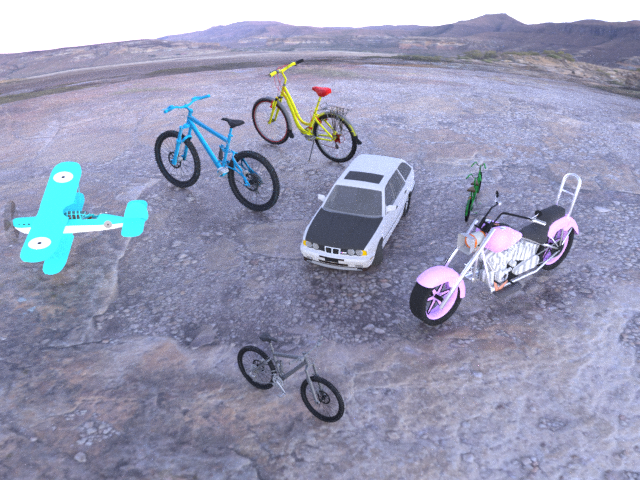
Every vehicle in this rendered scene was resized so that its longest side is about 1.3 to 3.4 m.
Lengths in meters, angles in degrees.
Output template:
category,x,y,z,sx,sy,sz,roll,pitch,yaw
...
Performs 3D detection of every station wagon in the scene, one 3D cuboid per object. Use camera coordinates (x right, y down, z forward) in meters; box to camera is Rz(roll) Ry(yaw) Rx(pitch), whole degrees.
category,x,y,z,sx,sy,sz,roll,pitch,yaw
station wagon,0.677,-0.579,11.307,1.327,0.920,3.105,10,30,17

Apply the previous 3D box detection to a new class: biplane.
category,x,y,z,sx,sy,sz,roll,pitch,yaw
biplane,-3.688,-0.258,10.657,2.120,0.981,2.598,-3,29,-5

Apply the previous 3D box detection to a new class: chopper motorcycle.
category,x,y,z,sx,sy,sz,roll,pitch,yaw
chopper motorcycle,2.452,0.093,9.493,3.040,1.480,0.906,-19,34,-30

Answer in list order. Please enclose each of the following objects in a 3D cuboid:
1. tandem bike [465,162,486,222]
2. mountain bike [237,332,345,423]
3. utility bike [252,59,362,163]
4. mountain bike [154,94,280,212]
category,x,y,z,sx,sy,sz,roll,pitch,yaw
tandem bike,2.673,-0.886,12.118,0.283,0.682,1.642,10,30,17
mountain bike,-0.350,1.446,7.654,1.469,0.868,0.573,19,34,31
utility bike,-0.387,-2.539,13.937,2.791,1.839,1.039,20,34,32
mountain bike,-1.866,-1.498,12.190,2.857,1.688,1.114,18,33,29
